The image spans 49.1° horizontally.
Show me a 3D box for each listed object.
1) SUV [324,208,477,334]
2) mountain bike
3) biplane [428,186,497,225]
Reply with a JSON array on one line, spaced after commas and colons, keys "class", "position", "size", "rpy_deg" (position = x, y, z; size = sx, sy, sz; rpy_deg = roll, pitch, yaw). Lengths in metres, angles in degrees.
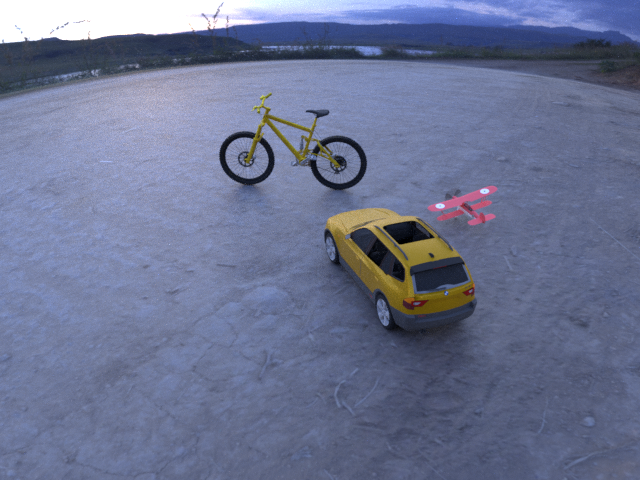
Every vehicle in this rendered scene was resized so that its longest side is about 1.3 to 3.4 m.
[{"class": "SUV", "position": [1.084, 0.194, 10.214], "size": [1.276, 1.128, 3.058], "rpy_deg": [-11, 31, -19]}, {"class": "mountain bike", "position": [-0.528, -1.780, 13.226], "size": [2.857, 1.688, 1.114], "rpy_deg": [4, 29, 7]}, {"class": "biplane", "position": [2.555, -0.527, 12.174], "size": [1.336, 0.504, 1.090], "rpy_deg": [-10, 30, -18]}]
